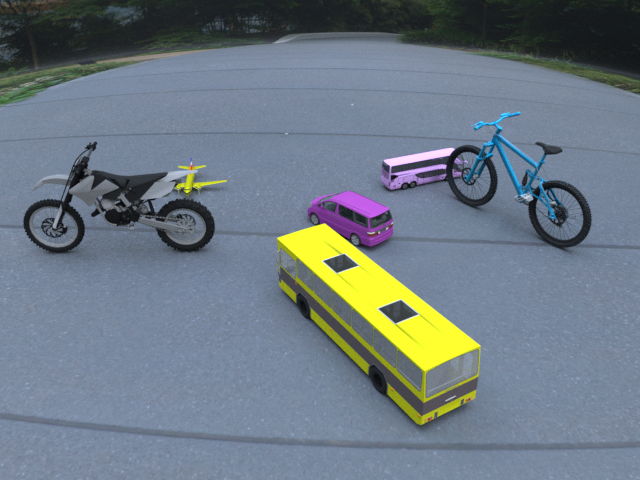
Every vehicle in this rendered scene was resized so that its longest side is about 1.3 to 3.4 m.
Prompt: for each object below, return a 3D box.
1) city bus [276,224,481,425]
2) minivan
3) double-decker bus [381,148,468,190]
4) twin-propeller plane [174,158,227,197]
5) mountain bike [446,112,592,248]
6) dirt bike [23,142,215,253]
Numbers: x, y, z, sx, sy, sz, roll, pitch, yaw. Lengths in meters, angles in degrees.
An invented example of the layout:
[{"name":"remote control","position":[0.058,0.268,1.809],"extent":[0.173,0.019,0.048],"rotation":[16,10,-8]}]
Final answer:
[{"name":"city bus","position":[0.581,0.941,8.813],"extent":[0.926,0.894,3.255],"rotation":[-17,35,-27]},{"name":"minivan","position":[0.464,-0.430,11.397],"extent":[0.681,0.616,1.548],"rotation":[-26,39,-36]},{"name":"double-decker bus","position":[1.937,-1.325,12.978],"extent":[1.672,0.541,0.389],"rotation":[-12,33,-20]},{"name":"twin-propeller plane","position":[-2.381,-1.134,12.787],"extent":[1.370,0.407,1.095],"rotation":[-2,31,-3]},{"name":"mountain bike","position":[3.164,-1.013,11.328],"extent":[1.114,1.688,2.857],"rotation":[-22,37,-33]},{"name":"dirt bike","position":[-3.069,-0.530,10.536],"extent":[2.903,1.666,1.024],"rotation":[-1,31,-1]}]
